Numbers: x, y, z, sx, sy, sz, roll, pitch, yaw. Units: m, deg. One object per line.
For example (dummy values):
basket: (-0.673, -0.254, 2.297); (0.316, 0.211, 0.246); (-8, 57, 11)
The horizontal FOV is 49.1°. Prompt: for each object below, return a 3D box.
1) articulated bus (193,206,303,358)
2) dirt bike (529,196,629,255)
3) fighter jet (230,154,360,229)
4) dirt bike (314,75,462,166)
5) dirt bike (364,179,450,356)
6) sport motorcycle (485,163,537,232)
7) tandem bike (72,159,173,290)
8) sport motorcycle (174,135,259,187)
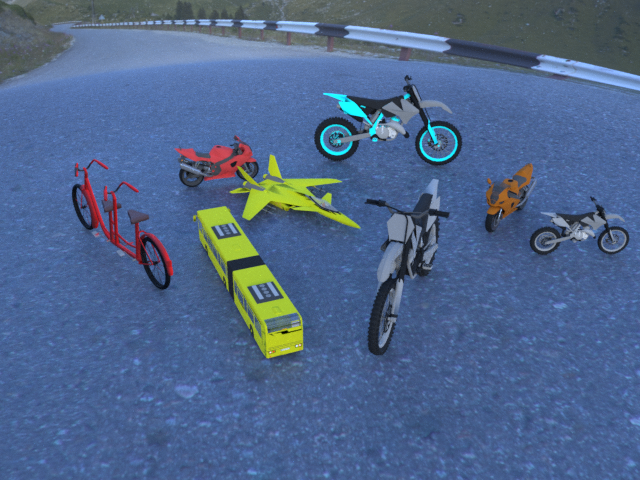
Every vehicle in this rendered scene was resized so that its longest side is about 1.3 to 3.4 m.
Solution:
articulated bus: (-1.057, 0.446, 9.663); (0.605, 0.561, 3.401); (-11, 30, -20)
dirt bike: (3.918, -0.165, 10.492); (1.493, 0.857, 0.527); (0, 28, 0)
fighter jet: (-0.289, -0.775, 11.955); (2.640, 0.557, 2.229); (25, 37, 38)
dirt bike: (1.323, -2.275, 13.588); (2.903, 1.666, 1.024); (4, 28, 7)
dirt bike: (1.158, 0.174, 8.998); (1.024, 1.666, 2.903); (11, 30, 20)
sport motorcycle: (3.120, -0.707, 11.547); (0.506, 0.821, 1.520); (20, 34, 33)
tandem bike: (-3.015, -0.329, 10.302); (0.550, 1.326, 3.192); (-22, 35, -35)
sport motorcycle: (-1.879, -1.424, 12.892); (1.520, 0.821, 0.506); (-8, 29, -15)
